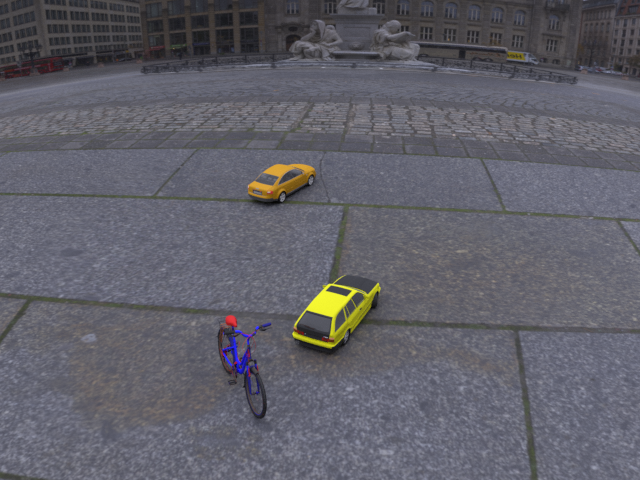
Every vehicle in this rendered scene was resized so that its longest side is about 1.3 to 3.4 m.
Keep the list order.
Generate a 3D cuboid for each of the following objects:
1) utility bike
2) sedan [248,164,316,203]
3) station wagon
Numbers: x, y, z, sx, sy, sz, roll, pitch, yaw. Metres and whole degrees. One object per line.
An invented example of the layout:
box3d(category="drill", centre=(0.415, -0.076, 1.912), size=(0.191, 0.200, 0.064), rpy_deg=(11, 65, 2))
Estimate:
box3d(category="utility bike", centre=(-0.839, 1.245, 7.677), size=(0.535, 0.946, 1.435), rpy_deg=(-13, 30, -24))
box3d(category="sedan", centre=(-0.666, -1.123, 12.767), size=(0.635, 0.483, 1.613), rpy_deg=(17, 32, 29))
box3d(category="station wagon", centre=(0.255, 0.832, 8.992), size=(0.682, 0.473, 1.597), rpy_deg=(13, 30, 23))
